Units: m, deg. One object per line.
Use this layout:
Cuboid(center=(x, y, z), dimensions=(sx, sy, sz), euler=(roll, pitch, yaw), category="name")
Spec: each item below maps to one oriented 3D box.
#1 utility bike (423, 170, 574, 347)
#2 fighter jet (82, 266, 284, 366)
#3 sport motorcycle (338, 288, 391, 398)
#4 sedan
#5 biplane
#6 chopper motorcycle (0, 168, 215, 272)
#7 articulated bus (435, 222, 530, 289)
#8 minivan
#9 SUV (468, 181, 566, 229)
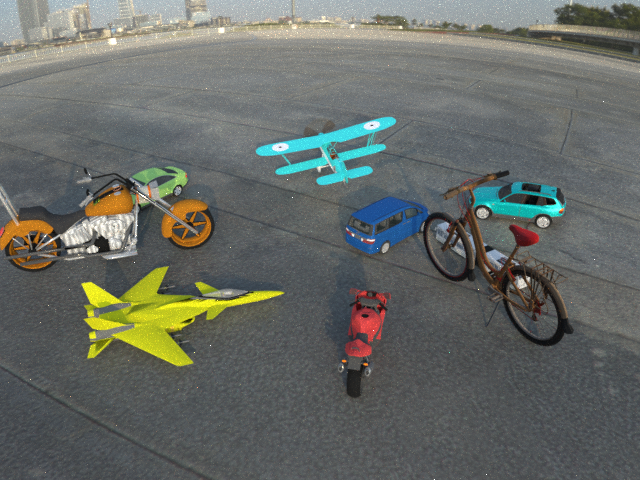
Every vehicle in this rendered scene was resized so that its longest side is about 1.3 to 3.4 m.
Cuboid(center=(2.145, 0.177, 8.976), dimensions=(1.039, 1.839, 2.791), euler=(-17, 35, -26), category="utility bike")
Cuboid(center=(-1.744, 0.789, 9.201), dimensions=(2.640, 0.557, 2.229), euler=(-10, 32, -16), category="fighter jet")
Cuboid(center=(0.521, 1.162, 8.318), dimensions=(0.506, 0.821, 1.520), euler=(6, 31, 11), category="sport motorcycle")
Cuboid(center=(-3.013, -0.899, 12.099), dimensions=(0.635, 0.483, 1.613), euler=(22, 37, 32), category="sedan")
Cuboid(center=(0.190, -1.492, 12.606), dimensions=(2.598, 0.981, 2.120), euler=(-7, 32, -11), category="biplane")
Cuboid(center=(-3.085, -0.351, 10.209), dimensions=(3.040, 1.480, 0.906), euler=(-10, 32, -16), category="chopper motorcycle")
Cuboid(center=(2.386, 0.208, 10.436), dimensions=(0.311, 0.289, 1.749), euler=(-18, 35, -28), category="articulated bus")
Cuboid(center=(1.110, -0.312, 10.987), dimensions=(1.548, 0.616, 0.681), euler=(-26, 40, -37), category="minivan")
Cuboid(center=(3.266, -0.650, 11.586), dimensions=(1.572, 0.580, 0.656), euler=(10, 32, 16), category="SUV")
